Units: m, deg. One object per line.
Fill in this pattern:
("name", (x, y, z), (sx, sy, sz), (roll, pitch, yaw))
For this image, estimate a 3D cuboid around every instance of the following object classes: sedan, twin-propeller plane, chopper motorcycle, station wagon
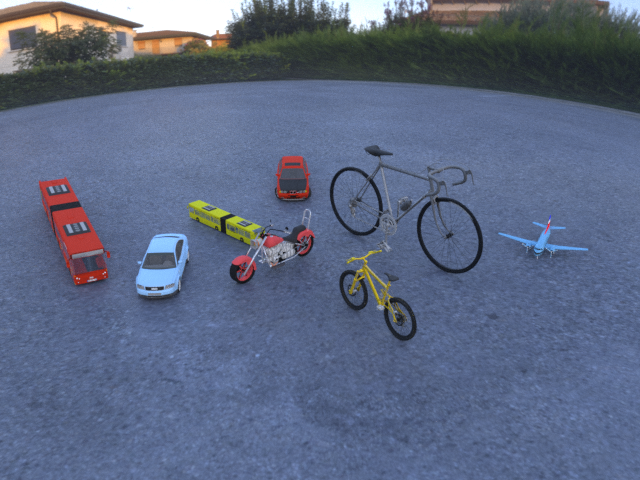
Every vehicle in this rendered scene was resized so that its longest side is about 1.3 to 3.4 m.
("sedan", (-2.281, 0.309, 10.180), (0.635, 0.483, 1.613), (-1, 25, -2))
("twin-propeller plane", (3.520, -0.045, 11.020), (1.370, 0.407, 1.095), (12, 28, 23))
("chopper motorcycle", (-0.685, 0.083, 10.332), (1.563, 0.761, 0.466), (-22, 33, -39))
("station wagon", (-0.523, -1.226, 13.447), (0.682, 0.473, 1.597), (-1, 25, -2))

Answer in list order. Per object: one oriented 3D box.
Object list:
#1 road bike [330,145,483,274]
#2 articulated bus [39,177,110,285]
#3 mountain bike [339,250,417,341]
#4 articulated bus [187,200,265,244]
("road bike", (1.223, -0.565, 10.659), (0.696, 1.656, 3.004), (-23, 33, -39))
("articulated bus", (-4.020, -0.241, 11.255), (0.605, 0.561, 3.401), (-12, 28, -24))
("mountain bike", (0.720, 0.682, 8.936), (0.573, 0.868, 1.469), (-18, 30, -33))
("articulated bus", (-1.583, -0.298, 11.696), (1.749, 0.289, 0.311), (22, 33, 39))
